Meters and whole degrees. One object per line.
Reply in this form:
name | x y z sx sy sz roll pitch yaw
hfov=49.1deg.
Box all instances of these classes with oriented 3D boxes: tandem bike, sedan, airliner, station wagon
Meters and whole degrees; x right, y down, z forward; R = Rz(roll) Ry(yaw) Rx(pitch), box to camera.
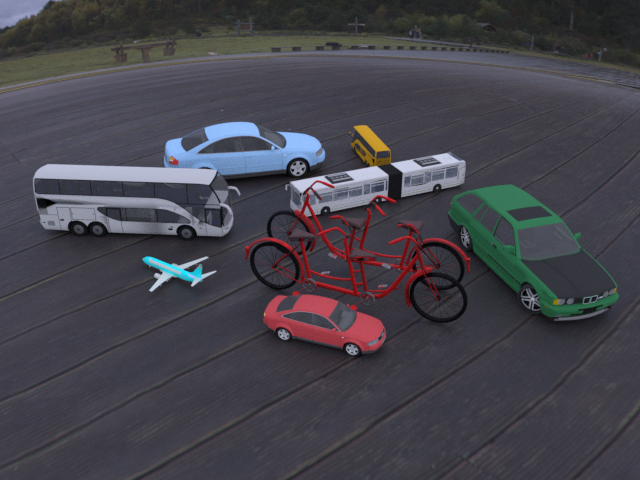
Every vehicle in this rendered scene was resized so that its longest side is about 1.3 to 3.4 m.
tandem bike | 0.629 -0.092 10.192 3.192 1.326 0.550 12 31 21
sedan | -1.448 -1.762 13.601 3.137 0.940 1.235 -7 30 -13
tandem bike | 0.423 0.319 9.451 3.192 1.326 0.550 10 31 18
airliner | -2.171 0.365 10.292 1.307 0.429 1.161 19 34 30
sedan | 0.058 1.035 9.028 1.613 0.483 0.635 10 31 18
station wagon | 3.079 0.033 10.384 1.327 0.920 3.105 -9 30 -16

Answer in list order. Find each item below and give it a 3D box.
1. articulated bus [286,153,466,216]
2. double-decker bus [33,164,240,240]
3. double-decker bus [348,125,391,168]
articulated bus | 1.070 -1.017 12.648 3.401 0.561 0.605 -12 31 -21
double-decker bus | -2.973 -0.635 11.452 3.251 1.052 0.756 2 29 4
double-decker bus | 1.003 -1.858 14.185 0.389 0.541 1.672 -7 30 -13
